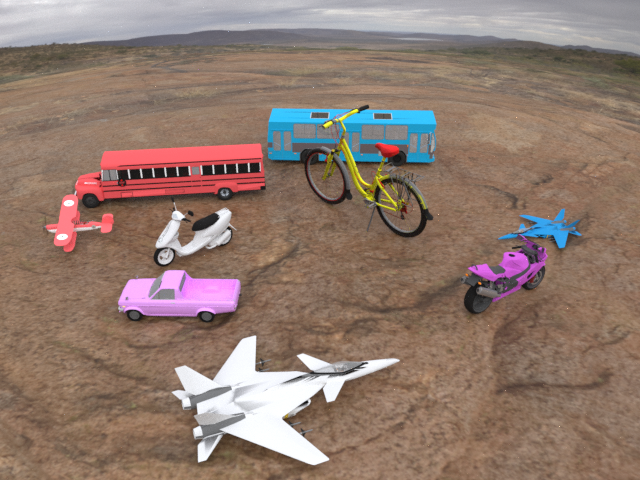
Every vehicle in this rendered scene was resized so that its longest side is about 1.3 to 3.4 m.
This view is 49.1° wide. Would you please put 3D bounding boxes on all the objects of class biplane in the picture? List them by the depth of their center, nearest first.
[{"bbox_3d":[-3.810,-0.213,11.042,1.090,0.504,1.336,-5,30,-8],"label":"biplane"}]

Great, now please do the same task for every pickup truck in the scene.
[{"bbox_3d":[-1.876,0.720,9.391,1.603,0.511,0.640,1,30,1],"label":"pickup truck"}]

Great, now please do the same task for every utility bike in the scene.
[{"bbox_3d":[0.648,-1.093,11.241,1.039,1.839,2.791,-26,39,-38],"label":"utility bike"}]

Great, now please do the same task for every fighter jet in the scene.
[{"bbox_3d":[-0.251,1.557,7.869,2.640,0.557,2.229,-12,32,-21],"label":"fighter jet"},{"bbox_3d":[3.464,-0.195,11.231,1.358,0.286,1.147,-9,31,-16],"label":"fighter jet"}]

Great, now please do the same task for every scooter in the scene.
[{"bbox_3d":[-1.897,-0.176,10.557,1.399,0.919,0.662,-21,36,-32],"label":"scooter"}]

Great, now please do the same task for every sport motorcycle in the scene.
[{"bbox_3d":[2.542,0.479,9.502,1.520,0.821,0.506,-18,34,-28],"label":"sport motorcycle"}]

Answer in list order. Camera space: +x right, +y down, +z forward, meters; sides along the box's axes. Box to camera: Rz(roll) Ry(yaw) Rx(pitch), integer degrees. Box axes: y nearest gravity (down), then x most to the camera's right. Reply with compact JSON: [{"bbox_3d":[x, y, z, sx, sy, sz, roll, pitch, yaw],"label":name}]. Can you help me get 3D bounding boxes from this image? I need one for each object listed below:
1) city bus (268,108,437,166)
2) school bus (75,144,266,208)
[{"bbox_3d":[0.623,-2.031,13.852,3.255,0.894,0.926,1,30,2],"label":"city bus"},{"bbox_3d":[-2.644,-1.162,12.372,3.322,0.844,0.709,-4,30,-7],"label":"school bus"}]
